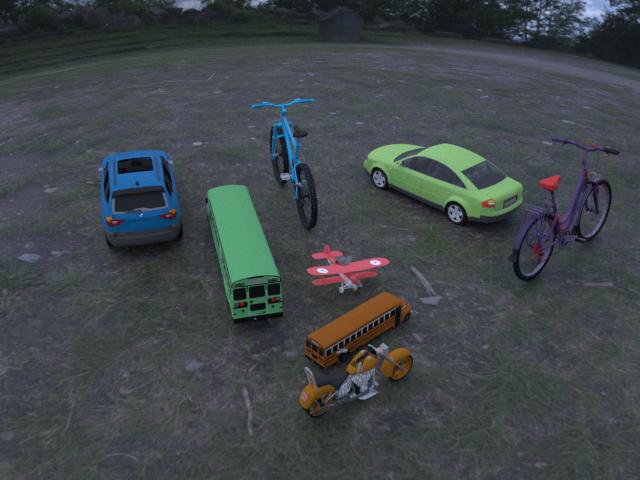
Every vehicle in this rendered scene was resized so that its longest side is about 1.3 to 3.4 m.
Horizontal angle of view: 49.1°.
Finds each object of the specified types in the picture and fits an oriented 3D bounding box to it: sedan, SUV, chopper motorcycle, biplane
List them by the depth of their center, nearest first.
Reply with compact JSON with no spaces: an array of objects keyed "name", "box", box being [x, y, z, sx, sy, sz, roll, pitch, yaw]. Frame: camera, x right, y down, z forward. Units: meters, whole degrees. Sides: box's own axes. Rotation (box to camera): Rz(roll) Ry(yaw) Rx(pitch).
[{"name":"chopper motorcycle","box":[0.450,1.511,8.044,1.563,0.761,0.466,-19,35,-29]},{"name":"biplane","box":[0.338,0.422,10.153,1.336,0.504,1.090,-16,34,-25]},{"name":"SUV","box":[-3.063,-0.921,11.825,1.276,1.128,3.058,-8,31,-13]},{"name":"sedan","box":[2.117,-1.197,12.482,1.235,0.940,3.137,-24,38,-35]}]

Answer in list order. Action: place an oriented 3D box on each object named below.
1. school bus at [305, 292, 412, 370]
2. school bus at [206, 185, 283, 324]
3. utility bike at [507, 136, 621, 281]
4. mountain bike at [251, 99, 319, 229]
[{"name":"school bus","box":[0.547,1.109,9.052,1.708,0.434,0.365,-26,39,-36]},{"name":"school bus","box":[-1.215,0.030,10.486,0.709,0.844,3.322,-7,31,-12]},{"name":"utility bike","box":[3.621,-0.544,10.481,2.791,1.839,1.039,-25,38,-35]},{"name":"mountain bike","box":[-0.493,-1.411,12.108,1.114,1.688,2.857,-9,32,-15]}]
